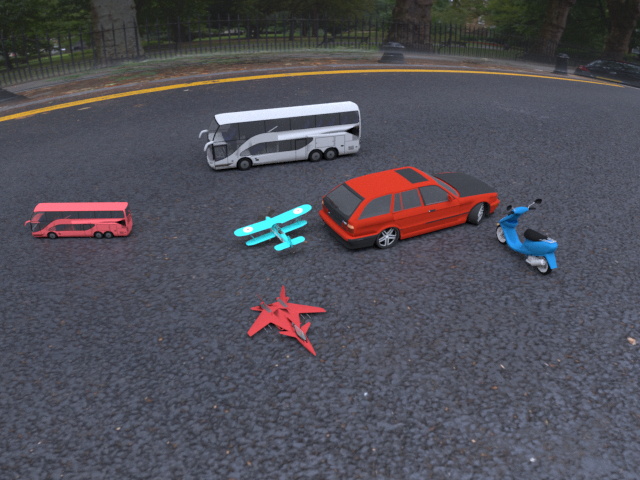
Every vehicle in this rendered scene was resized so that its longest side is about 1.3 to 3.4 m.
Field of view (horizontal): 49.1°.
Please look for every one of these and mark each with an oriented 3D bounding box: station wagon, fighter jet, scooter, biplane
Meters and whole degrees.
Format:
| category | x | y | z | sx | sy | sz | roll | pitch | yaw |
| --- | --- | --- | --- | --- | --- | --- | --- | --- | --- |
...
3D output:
| category | x | y | z | sx | sy | sz | roll | pitch | yaw |
| --- | --- | --- | --- | --- | --- | --- | --- | --- | --- |
| station wagon | 1.572 | -0.696 | 11.843 | 3.105 | 0.920 | 1.327 | -14 | 32 | -23 |
| fighter jet | -0.386 | 1.092 | 9.347 | 1.147 | 0.286 | 1.358 | -15 | 33 | -25 |
| scooter | 3.194 | -0.107 | 10.812 | 0.662 | 0.919 | 1.399 | -12 | 32 | -21 |
| biplane | -0.682 | -0.125 | 11.262 | 1.336 | 0.504 | 1.090 | -14 | 32 | -22 |

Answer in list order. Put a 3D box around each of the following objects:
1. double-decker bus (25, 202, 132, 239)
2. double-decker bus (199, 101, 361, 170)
| category | x | y | z | sx | sy | sz | roll | pitch | yaw |
| --- | --- | --- | --- | --- | --- | --- | --- | --- | --- |
| double-decker bus | -3.977 | -0.328 | 11.580 | 1.672 | 0.541 | 0.389 | -1 | 30 | -1 |
| double-decker bus | -0.777 | -2.110 | 14.191 | 3.251 | 1.052 | 0.756 | -8 | 31 | -14 |
